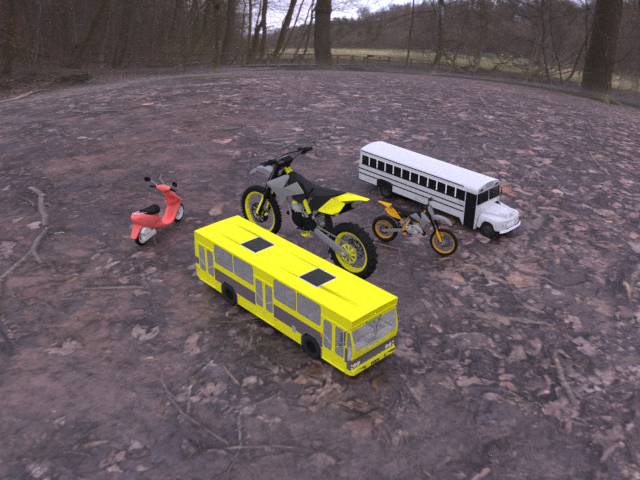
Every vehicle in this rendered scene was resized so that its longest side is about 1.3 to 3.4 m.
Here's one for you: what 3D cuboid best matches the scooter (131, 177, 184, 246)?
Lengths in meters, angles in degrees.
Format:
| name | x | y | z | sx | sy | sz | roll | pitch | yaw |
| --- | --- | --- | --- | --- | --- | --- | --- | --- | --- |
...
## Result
| name | x | y | z | sx | sy | sz | roll | pitch | yaw |
| --- | --- | --- | --- | --- | --- | --- | --- | --- | --- |
| scooter | -2.726 | -0.530 | 11.751 | 0.662 | 0.919 | 1.399 | 12 | 29 | 22 |

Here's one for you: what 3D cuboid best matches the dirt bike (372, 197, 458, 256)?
| name | x | y | z | sx | sy | sz | roll | pitch | yaw |
| --- | --- | --- | --- | --- | --- | --- | --- | --- | --- |
| dirt bike | 1.525 | -0.250 | 11.272 | 1.493 | 0.857 | 0.527 | 14 | 30 | 26 |

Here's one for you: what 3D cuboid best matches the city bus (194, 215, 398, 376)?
| name | x | y | z | sx | sy | sz | roll | pitch | yaw |
| --- | --- | --- | --- | --- | --- | --- | --- | --- | --- |
| city bus | -0.436 | 0.670 | 9.436 | 0.926 | 0.894 | 3.255 | -23 | 35 | -37 |

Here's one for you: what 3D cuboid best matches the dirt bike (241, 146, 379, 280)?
| name | x | y | z | sx | sy | sz | roll | pitch | yaw |
| --- | --- | --- | --- | --- | --- | --- | --- | --- | --- |
| dirt bike | -0.259 | -0.475 | 10.825 | 2.903 | 1.666 | 1.024 | 23 | 35 | 37 |

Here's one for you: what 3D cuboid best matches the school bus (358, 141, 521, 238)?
| name | x | y | z | sx | sy | sz | roll | pitch | yaw |
| --- | --- | --- | --- | --- | --- | --- | --- | --- | --- |
| school bus | 2.110 | -0.971 | 12.695 | 0.709 | 0.844 | 3.322 | -23 | 35 | -37 |
